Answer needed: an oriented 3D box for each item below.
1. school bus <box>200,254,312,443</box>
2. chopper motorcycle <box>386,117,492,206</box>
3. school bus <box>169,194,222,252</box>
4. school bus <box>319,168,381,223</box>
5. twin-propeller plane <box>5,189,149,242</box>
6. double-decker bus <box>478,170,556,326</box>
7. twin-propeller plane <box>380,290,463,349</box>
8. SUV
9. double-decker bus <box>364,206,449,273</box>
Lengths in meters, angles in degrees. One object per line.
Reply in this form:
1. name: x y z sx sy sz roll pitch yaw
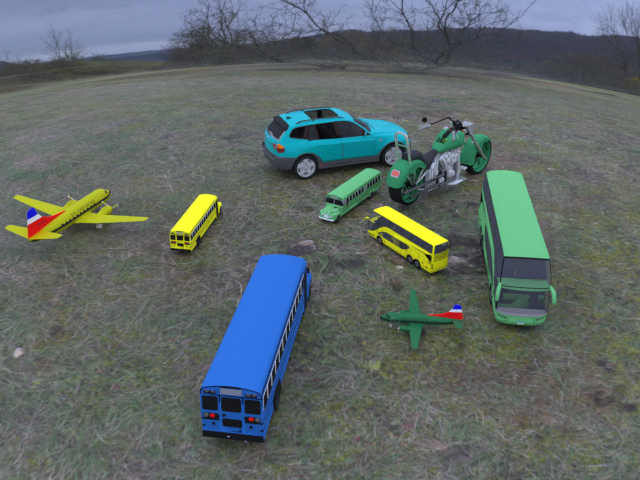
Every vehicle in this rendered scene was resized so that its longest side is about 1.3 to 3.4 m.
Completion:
1. school bus: -0.661 1.079 8.602 0.709 0.844 3.322 4 28 7
2. chopper motorcycle: 2.314 -1.627 13.002 0.906 1.480 3.040 24 37 38
3. school bus: -2.037 -0.336 11.691 0.365 0.434 1.708 5 28 9
4. school bus: 0.551 -0.808 12.576 0.365 0.434 1.708 17 32 28
5. twin-propeller plane: -4.140 -0.520 11.656 2.663 0.792 2.129 10 30 17
6. double-decker bus: 2.814 0.044 10.323 0.756 1.052 3.251 3 28 6
7. twin-propeller plane: 1.334 0.998 9.218 1.095 0.407 1.370 3 28 5
8. SUV: 0.354 -2.091 14.245 3.058 1.128 1.276 -10 30 -18
9. double-decker bus: 1.346 -0.043 11.029 0.389 0.541 1.672 -17 33 -29
